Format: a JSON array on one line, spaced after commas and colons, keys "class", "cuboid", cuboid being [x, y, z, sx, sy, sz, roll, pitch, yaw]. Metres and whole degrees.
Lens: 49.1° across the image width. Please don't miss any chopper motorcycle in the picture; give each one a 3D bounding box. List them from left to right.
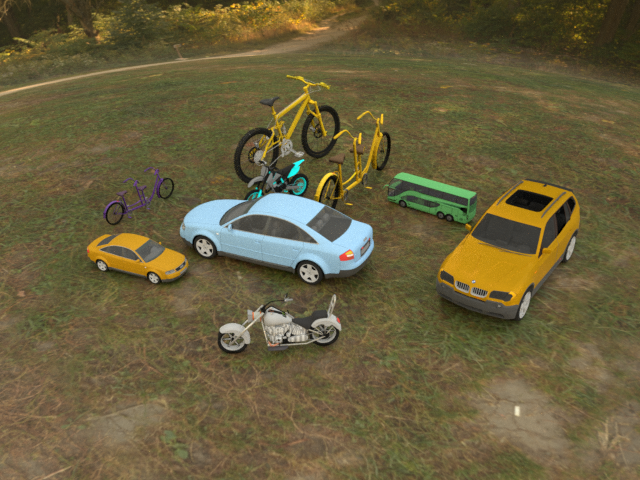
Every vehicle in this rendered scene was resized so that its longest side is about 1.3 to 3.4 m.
[{"class": "chopper motorcycle", "cuboid": [-0.510, 1.051, 8.783, 1.563, 0.761, 0.466, -3, 29, -5]}]

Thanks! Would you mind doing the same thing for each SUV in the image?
[{"class": "SUV", "cuboid": [2.842, 0.028, 10.237, 1.276, 1.128, 3.058, 19, 35, 31]}]

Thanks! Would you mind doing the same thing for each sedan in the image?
[{"class": "sedan", "cuboid": [-2.753, 0.220, 10.555, 1.613, 0.483, 0.635, 12, 31, 20]}, {"class": "sedan", "cuboid": [-0.719, -0.182, 10.806, 3.137, 0.940, 1.235, 12, 31, 21]}]

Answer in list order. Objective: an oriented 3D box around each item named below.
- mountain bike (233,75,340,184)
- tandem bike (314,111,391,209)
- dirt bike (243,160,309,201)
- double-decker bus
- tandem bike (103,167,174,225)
[{"class": "mountain bike", "cuboid": [-0.576, -2.152, 13.564, 1.114, 1.688, 2.857, 24, 37, 36]}, {"class": "tandem bike", "cuboid": [0.657, -1.450, 12.680, 0.550, 1.326, 3.192, 14, 32, 24]}, {"class": "dirt bike", "cuboid": [-0.761, -0.985, 12.329, 1.493, 0.857, 0.527, -24, 37, -36]}, {"class": "double-decker bus", "cuboid": [1.916, -0.753, 12.236, 1.672, 0.541, 0.389, 20, 35, 31]}, {"class": "tandem bike", "cuboid": [-3.143, -0.807, 12.188, 0.283, 0.682, 1.642, 18, 34, 29]}]
